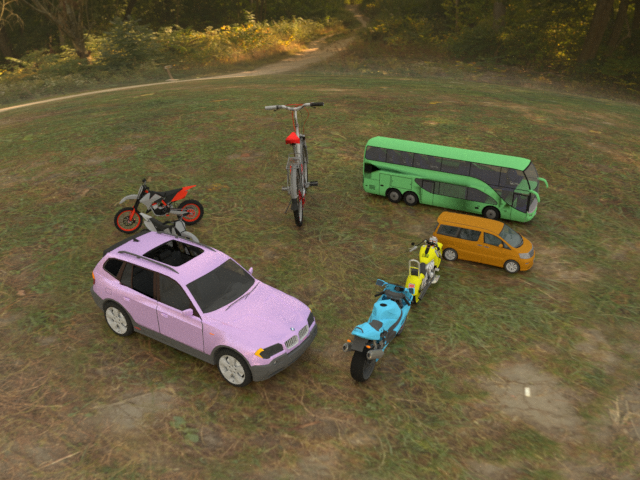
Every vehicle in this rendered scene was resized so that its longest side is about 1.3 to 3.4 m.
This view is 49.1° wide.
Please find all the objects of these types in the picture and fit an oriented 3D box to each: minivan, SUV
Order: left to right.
[{"bbox_3d":[-1.503,0.724,8.717,3.058,1.128,1.276,16,30,29],"label":"SUV"},{"bbox_3d":[2.514,0.016,10.743,1.548,0.616,0.681,11,28,22],"label":"minivan"}]

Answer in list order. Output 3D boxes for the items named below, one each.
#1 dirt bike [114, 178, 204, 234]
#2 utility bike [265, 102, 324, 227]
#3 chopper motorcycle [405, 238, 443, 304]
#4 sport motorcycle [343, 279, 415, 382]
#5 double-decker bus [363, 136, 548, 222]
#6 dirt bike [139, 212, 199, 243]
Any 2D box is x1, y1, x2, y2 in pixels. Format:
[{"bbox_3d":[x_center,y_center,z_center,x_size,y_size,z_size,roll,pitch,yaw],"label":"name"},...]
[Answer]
[{"bbox_3d":[-2.687,-0.567,11.659,1.493,0.857,0.527,-9,28,-18],"label":"dirt bike"},{"bbox_3d":[-0.463,-1.438,12.320,1.039,1.839,2.791,1,26,2],"label":"utility bike"},{"bbox_3d":[1.512,0.317,9.964,0.466,0.761,1.563,10,28,20],"label":"chopper motorcycle"},{"bbox_3d":[0.737,1.054,8.393,0.506,0.821,1.520,13,29,25],"label":"sport motorcycle"},{"bbox_3d":[2.343,-1.090,12.505,3.251,1.052,0.756,13,29,24],"label":"double-decker bus"},{"bbox_3d":[-2.231,0.007,10.488,1.493,0.857,0.527,19,32,33],"label":"dirt bike"}]
